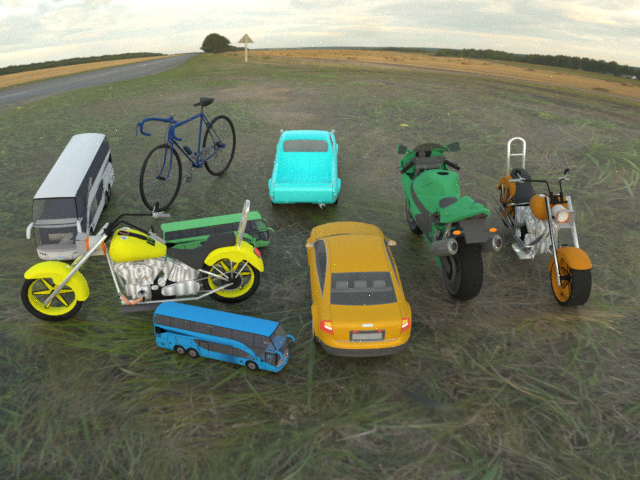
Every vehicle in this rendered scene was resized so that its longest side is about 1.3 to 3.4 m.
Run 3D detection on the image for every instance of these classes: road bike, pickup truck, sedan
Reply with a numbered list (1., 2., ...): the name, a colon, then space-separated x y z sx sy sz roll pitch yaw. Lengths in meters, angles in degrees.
1. road bike: -2.291 -1.637 12.456 0.696 1.656 3.004 11 29 22
2. pickup truck: -0.259 -1.435 12.793 1.244 0.993 3.117 0 27 0
3. sedan: 0.444 0.404 9.184 1.235 0.940 3.137 -1 27 -3

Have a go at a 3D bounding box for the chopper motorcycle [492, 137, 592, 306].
1. chopper motorcycle: 3.191 -0.344 10.074 0.906 1.480 3.040 -2 27 -4

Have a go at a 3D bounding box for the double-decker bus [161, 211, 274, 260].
1. double-decker bus: -1.547 -0.068 10.569 1.672 0.541 0.389 -9 28 -17

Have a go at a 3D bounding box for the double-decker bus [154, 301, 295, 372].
1. double-decker bus: -1.138 1.130 8.180 1.672 0.541 0.389 9 28 17

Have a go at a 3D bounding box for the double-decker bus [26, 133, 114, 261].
1. double-decker bus: -3.948 -0.754 11.368 0.756 1.052 3.251 -3 27 -6

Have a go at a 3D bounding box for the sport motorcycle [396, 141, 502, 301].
1. sport motorcycle: 1.729 -0.379 10.014 0.983 1.596 2.955 -4 27 -8

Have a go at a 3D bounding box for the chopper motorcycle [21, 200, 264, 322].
1. chopper motorcycle: -2.243 0.257 8.874 3.040 1.480 0.906 -4 27 -7
